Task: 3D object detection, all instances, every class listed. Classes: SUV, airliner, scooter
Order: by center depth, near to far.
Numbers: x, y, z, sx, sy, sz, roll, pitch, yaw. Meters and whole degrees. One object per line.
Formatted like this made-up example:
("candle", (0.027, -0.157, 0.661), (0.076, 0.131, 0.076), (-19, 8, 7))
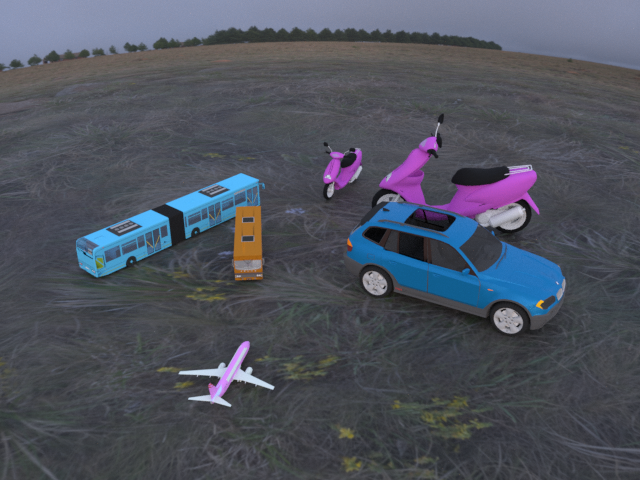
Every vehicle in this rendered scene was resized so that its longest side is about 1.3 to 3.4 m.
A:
("airliner", (-1.056, 1.475, 8.197), (1.161, 0.429, 1.307), (7, 29, 12))
("SUV", (1.829, 0.276, 9.684), (3.058, 1.128, 1.276), (15, 32, 25))
("scooter", (2.209, -0.988, 11.335), (2.721, 1.786, 1.288), (5, 29, 9))
("scooter", (0.427, -1.374, 12.966), (0.662, 0.919, 1.399), (16, 32, 27))

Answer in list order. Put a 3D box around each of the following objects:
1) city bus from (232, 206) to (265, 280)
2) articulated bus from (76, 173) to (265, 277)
("city bus", (-1.103, 0.037, 10.831), (0.476, 0.460, 1.674), (-2, 28, -4))
("articulated bus", (-2.310, -0.312, 11.372), (0.605, 0.561, 3.401), (22, 36, 35))
